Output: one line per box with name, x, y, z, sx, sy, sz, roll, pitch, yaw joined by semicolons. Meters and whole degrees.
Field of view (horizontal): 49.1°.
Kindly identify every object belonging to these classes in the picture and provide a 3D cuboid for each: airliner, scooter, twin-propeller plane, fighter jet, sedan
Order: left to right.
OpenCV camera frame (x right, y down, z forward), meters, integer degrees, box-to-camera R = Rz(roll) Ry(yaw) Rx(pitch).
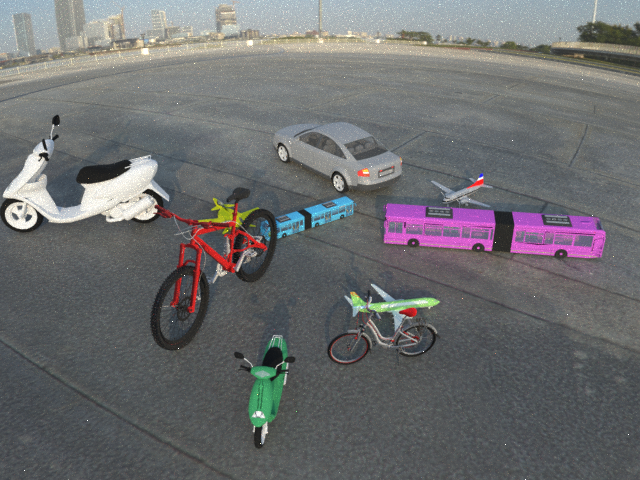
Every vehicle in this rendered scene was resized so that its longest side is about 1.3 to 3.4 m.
scooter;-3.882;-1.002;11.368;2.721;1.786;1.288;-5;30;-8
fighter jet;-1.627;-0.540;12.077;1.147;0.286;1.358;-14;32;-23
scooter;-0.567;1.529;7.740;0.662;0.919;1.399;4;29;6
sedan;0.259;-1.794;13.646;1.235;0.940;3.137;-21;35;-33
airliner;1.017;0.815;9.514;1.307;0.429;1.161;-6;30;-10
twin-propeller plane;2.579;-0.890;12.578;1.095;0.407;1.370;-21;36;-33

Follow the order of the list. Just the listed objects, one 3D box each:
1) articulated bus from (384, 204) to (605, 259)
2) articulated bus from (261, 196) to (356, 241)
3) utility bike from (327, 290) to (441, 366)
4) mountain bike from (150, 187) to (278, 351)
articulated bus;2.686;-0.149;11.099;3.401;0.561;0.605;4;30;8
articulated bus;-0.183;-0.368;11.768;1.749;0.289;0.311;-19;34;-30
utility bike;0.802;1.124;8.435;1.435;0.946;0.535;-5;30;-9
mountain bike;-1.339;0.204;9.317;1.114;1.688;2.857;14;32;23
